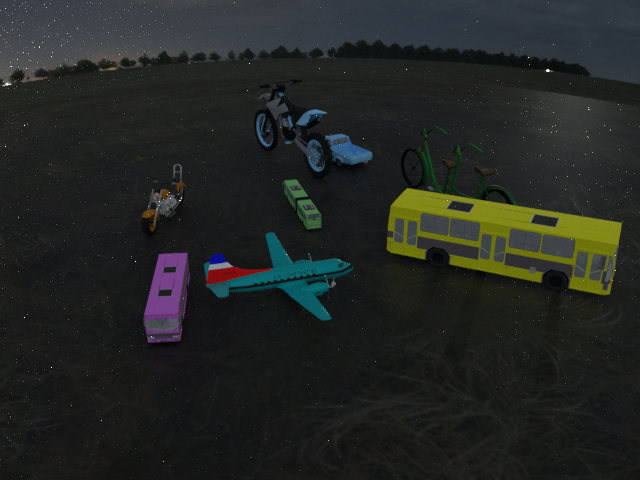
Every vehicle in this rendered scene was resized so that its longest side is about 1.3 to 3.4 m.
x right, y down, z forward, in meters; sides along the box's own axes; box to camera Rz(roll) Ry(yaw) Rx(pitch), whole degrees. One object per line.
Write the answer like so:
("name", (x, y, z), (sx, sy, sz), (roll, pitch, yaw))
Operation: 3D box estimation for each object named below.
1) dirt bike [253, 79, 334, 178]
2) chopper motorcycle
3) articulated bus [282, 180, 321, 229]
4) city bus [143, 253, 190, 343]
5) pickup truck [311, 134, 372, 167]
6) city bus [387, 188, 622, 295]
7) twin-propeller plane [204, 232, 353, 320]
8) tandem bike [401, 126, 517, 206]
("dirt bike", (-0.627, -2.377, 14.449), (1.024, 1.666, 2.903), (-17, 31, -31))
("chopper motorcycle", (-2.699, -0.718, 12.072), (0.466, 0.761, 1.563), (6, 26, 11))
("articulated bus", (-0.328, -0.655, 12.483), (0.311, 0.289, 1.749), (-7, 27, -14))
("city bus", (-2.024, 0.754, 9.390), (0.476, 0.460, 1.674), (-2, 26, -5))
("pickup truck", (0.401, -1.948, 14.888), (0.640, 0.511, 1.603), (-18, 31, -32))
("city bus", (2.670, 0.015, 10.412), (3.255, 0.894, 0.926), (11, 28, 22))
("twin-propeller plane", (-0.526, 0.415, 9.707), (2.129, 0.792, 2.663), (-9, 27, -17))
("tandem bike", (2.368, -1.157, 12.329), (0.550, 1.326, 3.192), (-14, 29, -26))
